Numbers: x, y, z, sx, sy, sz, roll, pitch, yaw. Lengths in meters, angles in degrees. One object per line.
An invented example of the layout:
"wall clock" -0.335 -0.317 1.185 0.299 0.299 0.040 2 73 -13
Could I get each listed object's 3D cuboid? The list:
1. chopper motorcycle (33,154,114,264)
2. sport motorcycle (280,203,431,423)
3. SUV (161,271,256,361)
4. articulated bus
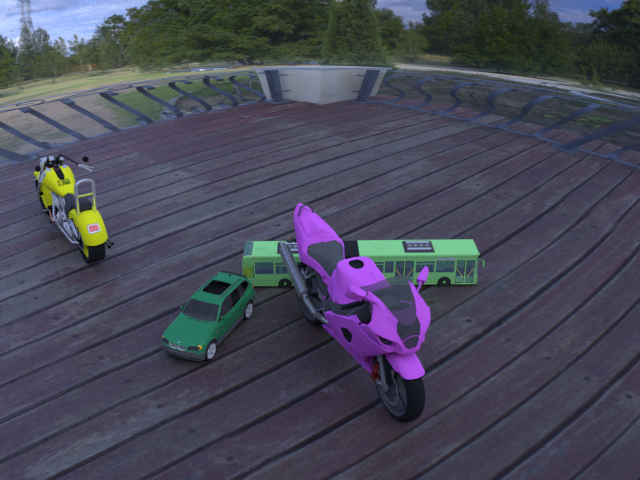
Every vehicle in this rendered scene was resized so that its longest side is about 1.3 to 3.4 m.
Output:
"chopper motorcycle" -4.062 -0.717 11.133 0.906 1.480 3.040 -17 32 -30
"sport motorcycle" 0.379 0.763 8.175 0.983 1.596 2.955 -13 30 -23
"SUV" -1.401 0.929 8.954 0.656 0.580 1.572 11 30 20
"articulated bus" 0.597 0.332 10.116 3.401 0.561 0.605 -1 28 -1
